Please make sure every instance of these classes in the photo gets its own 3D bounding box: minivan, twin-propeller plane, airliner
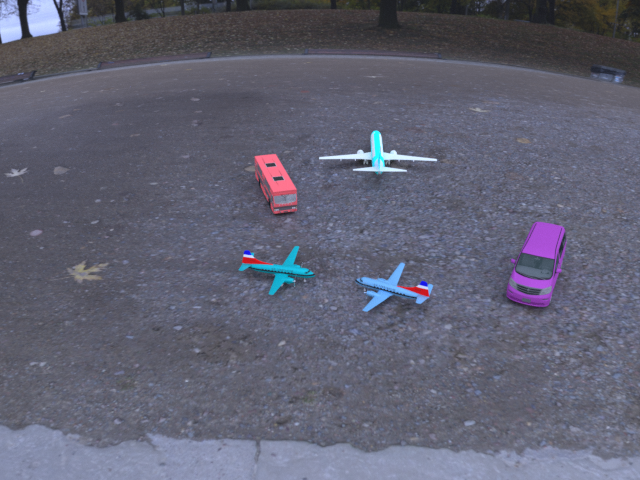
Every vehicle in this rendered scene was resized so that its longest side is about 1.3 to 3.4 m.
[{"bbox_3d":[3.086,0.328,9.892,0.681,0.616,1.548,13,31,22],"label":"minivan"},{"bbox_3d":[-0.597,0.378,10.018,1.095,0.407,1.370,7,30,12],"label":"twin-propeller plane"},{"bbox_3d":[0.977,0.625,9.570,1.095,0.407,1.370,14,32,24],"label":"twin-propeller plane"},{"bbox_3d":[1.124,-1.857,13.625,2.257,0.835,2.541,1,29,2],"label":"airliner"}]

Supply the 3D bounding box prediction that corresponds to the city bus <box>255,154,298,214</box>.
[{"bbox_3d":[-0.803,-1.003,12.466,0.476,0.460,1.674,-8,30,-14],"label":"city bus"}]
